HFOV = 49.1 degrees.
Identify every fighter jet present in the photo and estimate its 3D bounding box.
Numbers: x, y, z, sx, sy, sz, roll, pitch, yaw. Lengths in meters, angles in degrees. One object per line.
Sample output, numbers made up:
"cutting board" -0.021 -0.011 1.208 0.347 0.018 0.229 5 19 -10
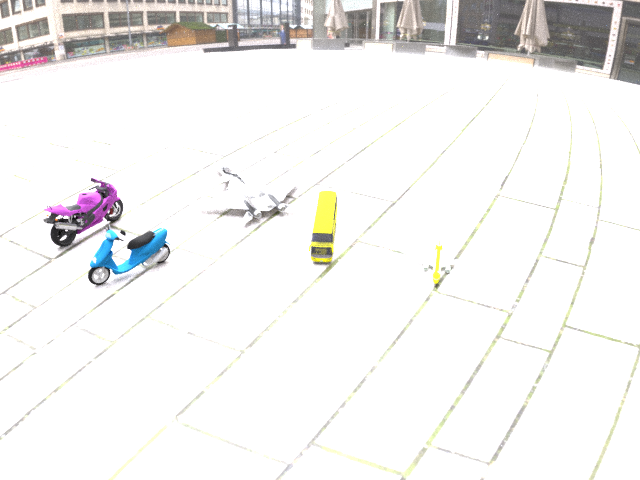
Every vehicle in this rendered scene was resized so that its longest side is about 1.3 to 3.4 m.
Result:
"fighter jet" -1.486 -1.135 13.120 2.229 0.557 2.640 -16 34 -26

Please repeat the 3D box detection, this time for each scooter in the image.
"scooter" -2.887 0.103 10.604 1.399 0.919 0.662 -21 36 -32

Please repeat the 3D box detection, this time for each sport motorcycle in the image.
"sport motorcycle" -3.912 -0.481 11.717 0.506 0.821 1.520 19 35 29

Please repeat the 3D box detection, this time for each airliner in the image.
"airliner" 1.841 0.223 10.885 1.161 0.429 1.307 6 30 10

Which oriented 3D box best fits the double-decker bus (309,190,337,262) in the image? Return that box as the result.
"double-decker bus" 0.078 -0.227 11.556 0.389 0.541 1.672 2 30 4
